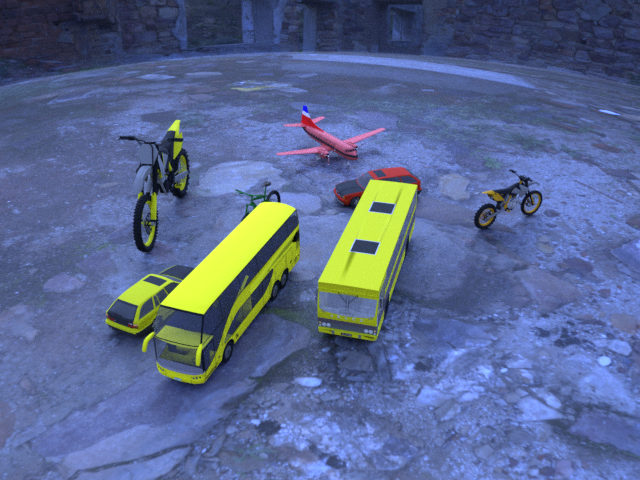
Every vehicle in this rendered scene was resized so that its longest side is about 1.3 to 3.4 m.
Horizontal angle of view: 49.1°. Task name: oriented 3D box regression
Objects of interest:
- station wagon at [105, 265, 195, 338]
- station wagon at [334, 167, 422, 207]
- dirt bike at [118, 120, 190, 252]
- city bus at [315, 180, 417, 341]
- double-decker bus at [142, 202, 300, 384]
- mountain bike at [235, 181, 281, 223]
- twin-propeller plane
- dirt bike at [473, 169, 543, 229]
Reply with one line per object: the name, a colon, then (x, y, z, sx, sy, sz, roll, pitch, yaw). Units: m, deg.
station wagon: (-2.248, 0.743, 9.755, 0.682, 0.473, 1.597, 15, 33, 24)
station wagon: (1.046, -1.003, 12.828, 1.597, 0.473, 0.682, -9, 31, -15)
dirt bike: (-2.643, -1.068, 11.735, 1.024, 1.666, 2.903, 3, 30, 4)
city bus: (0.775, 0.197, 10.290, 0.926, 0.894, 3.255, 8, 31, 13)
double-decker bus: (-1.156, 0.621, 9.385, 0.756, 1.052, 3.251, 10, 31, 18)
mountain bike: (-0.994, -0.500, 11.544, 0.573, 0.868, 1.469, 12, 32, 20)
twin-propeller plane: (0.162, -2.172, 14.561, 2.663, 0.792, 2.129, -18, 34, -28)
dirt bike: (3.232, -0.692, 11.891, 1.493, 0.857, 0.527, -15, 33, -25)
